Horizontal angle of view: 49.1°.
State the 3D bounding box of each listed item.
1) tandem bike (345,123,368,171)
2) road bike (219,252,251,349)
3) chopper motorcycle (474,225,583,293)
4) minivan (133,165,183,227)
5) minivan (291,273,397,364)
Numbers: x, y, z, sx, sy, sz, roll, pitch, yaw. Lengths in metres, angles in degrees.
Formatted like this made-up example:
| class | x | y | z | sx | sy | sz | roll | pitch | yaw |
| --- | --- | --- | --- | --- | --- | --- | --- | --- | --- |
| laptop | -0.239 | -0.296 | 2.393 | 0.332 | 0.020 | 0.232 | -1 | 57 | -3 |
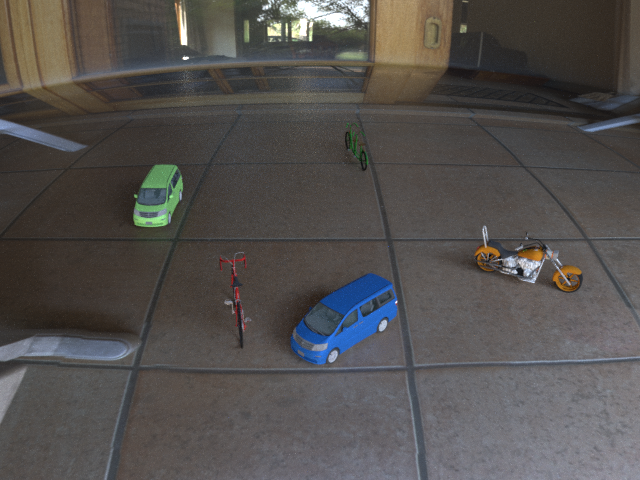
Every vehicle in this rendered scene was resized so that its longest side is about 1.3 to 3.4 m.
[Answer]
| class | x | y | z | sx | sy | sz | roll | pitch | yaw |
| --- | --- | --- | --- | --- | --- | --- | --- | --- | --- |
| tandem bike | 0.747 | -1.986 | 14.537 | 0.283 | 0.682 | 1.642 | -6 | 29 | -12 |
| road bike | -1.097 | 0.745 | 9.204 | 0.358 | 0.852 | 1.545 | -5 | 28 | -9 |
| chopper motorcycle | 3.033 | 0.276 | 10.186 | 1.563 | 0.761 | 0.466 | 13 | 31 | 23 |
| minivan | -2.849 | -0.786 | 12.344 | 0.681 | 0.616 | 1.548 | 1 | 28 | 1 |
| minivan | 0.317 | 0.993 | 8.988 | 1.548 | 0.616 | 0.681 | -25 | 37 | -38 |
